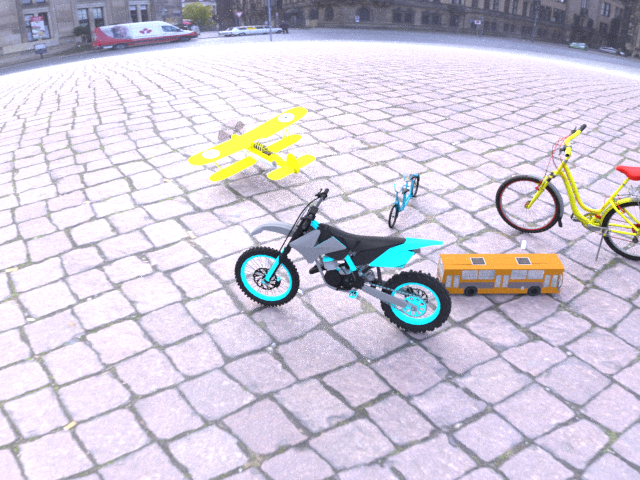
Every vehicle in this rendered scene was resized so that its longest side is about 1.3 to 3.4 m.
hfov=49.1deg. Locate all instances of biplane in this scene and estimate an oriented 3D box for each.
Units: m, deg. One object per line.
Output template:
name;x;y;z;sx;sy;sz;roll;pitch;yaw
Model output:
biplane;-1.077;-1.568;12.800;2.598;0.981;2.120;-24;38;-34

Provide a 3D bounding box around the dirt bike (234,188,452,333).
dirt bike;0.245;0.326;8.903;2.903;1.666;1.024;8;31;14

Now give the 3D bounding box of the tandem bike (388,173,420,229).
tandem bike;1.435;-0.786;11.766;0.283;0.682;1.642;12;33;20

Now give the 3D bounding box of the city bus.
city bus;2.510;0.490;9.814;1.674;0.460;0.476;0;30;0

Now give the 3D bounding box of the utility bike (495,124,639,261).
utility bike;3.972;-0.628;10.354;2.791;1.839;1.039;16;34;26
